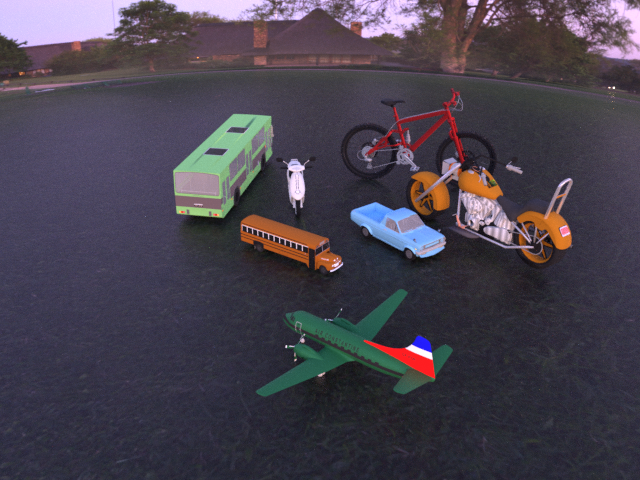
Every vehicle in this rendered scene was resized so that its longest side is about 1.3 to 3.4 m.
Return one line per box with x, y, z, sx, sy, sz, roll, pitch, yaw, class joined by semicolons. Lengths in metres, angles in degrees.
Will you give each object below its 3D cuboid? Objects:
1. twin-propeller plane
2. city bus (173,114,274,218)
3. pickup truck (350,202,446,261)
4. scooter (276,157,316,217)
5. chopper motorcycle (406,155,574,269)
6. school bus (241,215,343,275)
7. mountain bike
0.375;1.104;7.870;2.129;0.792;2.663;20;33;35;twin-propeller plane
-1.654;-1.386;12.714;0.926;0.894;3.255;5;27;10;city bus
1.183;-0.211;10.802;0.640;0.511;1.603;-20;33;-34;pickup truck
-0.412;-1.042;12.002;0.662;0.919;1.399;-2;27;-4;scooter
2.460;-0.636;10.568;0.906;1.480;3.040;-19;32;-33;chopper motorcycle
-0.428;0.054;10.359;1.708;0.434;0.365;18;32;32;school bus
1.770;-1.804;12.660;2.857;1.688;1.114;7;27;13;mountain bike
